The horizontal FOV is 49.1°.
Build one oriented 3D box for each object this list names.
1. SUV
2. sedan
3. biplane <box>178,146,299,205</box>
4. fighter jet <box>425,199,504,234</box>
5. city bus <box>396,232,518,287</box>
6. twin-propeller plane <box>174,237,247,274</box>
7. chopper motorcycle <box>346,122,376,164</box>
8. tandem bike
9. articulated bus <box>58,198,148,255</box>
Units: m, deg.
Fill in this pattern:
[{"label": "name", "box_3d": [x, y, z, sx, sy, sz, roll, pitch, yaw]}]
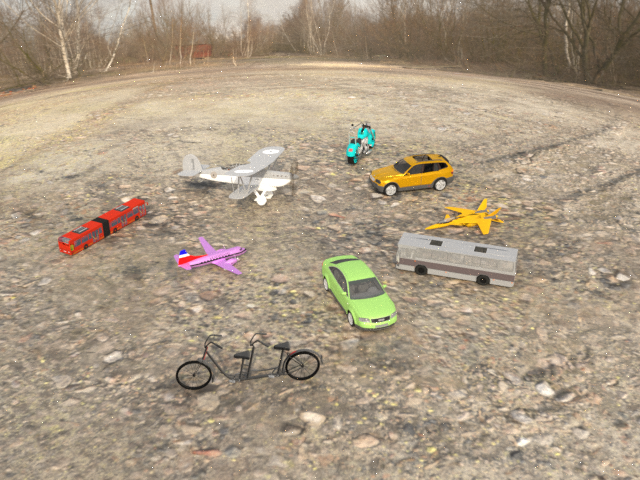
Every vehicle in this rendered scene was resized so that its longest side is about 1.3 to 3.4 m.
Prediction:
[{"label": "SUV", "box_3d": [1.694, -1.237, 12.925, 1.572, 0.580, 0.656, -7, 28, -13]}, {"label": "sedan", "box_3d": [0.507, 0.637, 9.330, 0.635, 0.483, 1.613, -9, 28, -17]}, {"label": "biplane", "box_3d": [-1.397, -1.164, 12.337, 2.120, 0.981, 2.598, 5, 27, 10]}, {"label": "fighter jet", "box_3d": [2.317, -0.375, 11.547, 1.358, 0.286, 1.147, -11, 29, -21]}, {"label": "city bus", "box_3d": [1.954, 0.293, 10.036, 1.674, 0.460, 0.476, 9, 28, 17]}, {"label": "twin-propeller plane", "box_3d": [-1.566, 0.212, 10.253, 1.095, 0.407, 1.370, -16, 31, -29]}, {"label": "chopper motorcycle", "box_3d": [0.869, -2.078, 14.385, 0.466, 0.761, 1.563, 10, 28, 18]}, {"label": "tandem bike", "box_3d": [-0.774, 1.331, 7.739, 1.642, 0.682, 0.283, -4, 27, -7]}, {"label": "articulated bus", "box_3d": [-3.459, -0.238, 11.274, 0.311, 0.289, 1.749, 13, 30, 25]}]
